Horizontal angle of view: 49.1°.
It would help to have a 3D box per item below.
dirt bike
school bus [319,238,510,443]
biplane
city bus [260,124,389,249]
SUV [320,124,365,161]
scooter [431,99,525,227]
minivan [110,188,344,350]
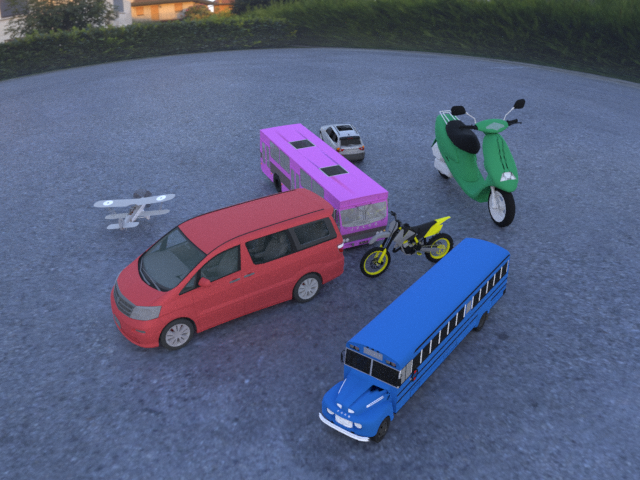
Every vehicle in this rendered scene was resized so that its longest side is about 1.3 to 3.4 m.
[{"bbox_3d":[1.234,0.046,9.721,1.493,0.857,0.527,-12,31,-21],"label":"dirt bike"},{"bbox_3d":[1.178,1.020,7.987,0.709,0.844,3.322,20,35,31],"label":"school bus"},{"bbox_3d":[-2.934,-0.417,10.913,1.336,0.504,1.090,3,29,6],"label":"biplane"},{"bbox_3d":[-0.039,-0.940,11.449,0.926,0.894,3.255,-13,32,-22],"label":"city bus"},{"bbox_3d":[0.428,-1.985,13.646,0.656,0.580,1.572,-6,30,-11],"label":"SUV"},{"bbox_3d":[2.534,-1.497,11.533,1.288,1.786,2.721,-9,30,-15],"label":"scooter"},{"bbox_3d":[-1.163,0.295,8.924,3.011,1.197,1.324,-18,34,-29],"label":"minivan"}]
